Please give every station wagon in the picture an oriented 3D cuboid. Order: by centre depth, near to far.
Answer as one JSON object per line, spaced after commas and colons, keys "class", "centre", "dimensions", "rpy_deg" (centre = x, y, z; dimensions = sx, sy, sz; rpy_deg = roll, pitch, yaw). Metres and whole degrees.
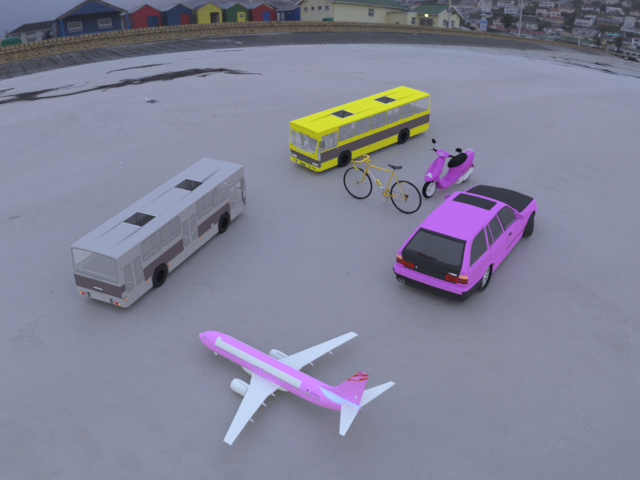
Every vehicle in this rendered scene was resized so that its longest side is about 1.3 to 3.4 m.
{"class": "station wagon", "centre": [2.301, -0.207, 10.506], "dimensions": [1.327, 0.920, 3.105], "rpy_deg": [18, 35, 29]}

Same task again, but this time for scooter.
{"class": "scooter", "centre": [2.311, -1.327, 12.448], "dimensions": [1.399, 0.919, 0.662], "rpy_deg": [-24, 38, -35]}

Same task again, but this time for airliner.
{"class": "airliner", "centre": [-0.484, 1.350, 7.897], "dimensions": [2.541, 0.835, 2.257], "rpy_deg": [21, 36, 32]}

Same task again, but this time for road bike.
{"class": "road bike", "centre": [1.045, -0.961, 11.882], "dimensions": [1.545, 0.852, 0.358], "rpy_deg": [19, 35, 30]}

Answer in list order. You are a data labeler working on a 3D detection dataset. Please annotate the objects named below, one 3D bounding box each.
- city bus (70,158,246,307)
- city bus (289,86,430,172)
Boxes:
{"class": "city bus", "centre": [-2.259, -0.189, 10.501], "dimensions": [0.926, 0.894, 3.255], "rpy_deg": [13, 32, 21]}
{"class": "city bus", "centre": [0.863, -2.244, 14.060], "dimensions": [3.255, 0.894, 0.926], "rpy_deg": [-25, 38, -36]}
